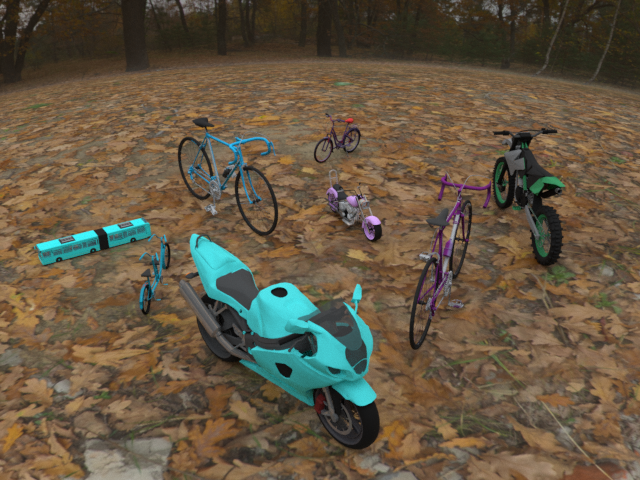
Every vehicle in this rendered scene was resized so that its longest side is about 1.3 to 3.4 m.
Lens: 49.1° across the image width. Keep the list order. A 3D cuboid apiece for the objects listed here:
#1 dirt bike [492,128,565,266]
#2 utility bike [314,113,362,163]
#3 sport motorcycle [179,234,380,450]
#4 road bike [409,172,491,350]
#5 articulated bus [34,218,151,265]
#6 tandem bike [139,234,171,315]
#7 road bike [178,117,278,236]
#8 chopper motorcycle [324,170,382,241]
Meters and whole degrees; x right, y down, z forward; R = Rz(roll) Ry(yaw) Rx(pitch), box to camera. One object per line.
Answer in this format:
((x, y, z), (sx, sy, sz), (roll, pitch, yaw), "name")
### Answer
((3.283, -0.864, 11.183), (1.024, 1.666, 2.903), (-2, 28, -4), "dirt bike")
((0.425, -2.127, 14.369), (0.535, 0.946, 1.435), (25, 36, 39), "utility bike")
((-0.469, 1.045, 7.618), (0.983, 1.596, 2.955), (-24, 36, -38), "sport motorcycle")
((1.660, 0.167, 9.227), (0.696, 1.656, 3.004), (12, 30, 21), "road bike")
((-3.537, 0.009, 11.001), (1.749, 0.289, 0.311), (-17, 32, -29), "articulated bus")
((-2.315, 0.406, 9.820), (0.283, 0.682, 1.642), (1, 28, 2), "tandem bike")
((-1.632, -1.170, 11.778), (0.696, 1.656, 3.004), (-22, 35, -35), "road bike")
((0.553, -0.583, 11.622), (0.466, 0.761, 1.563), (-15, 31, -26), "chopper motorcycle")
